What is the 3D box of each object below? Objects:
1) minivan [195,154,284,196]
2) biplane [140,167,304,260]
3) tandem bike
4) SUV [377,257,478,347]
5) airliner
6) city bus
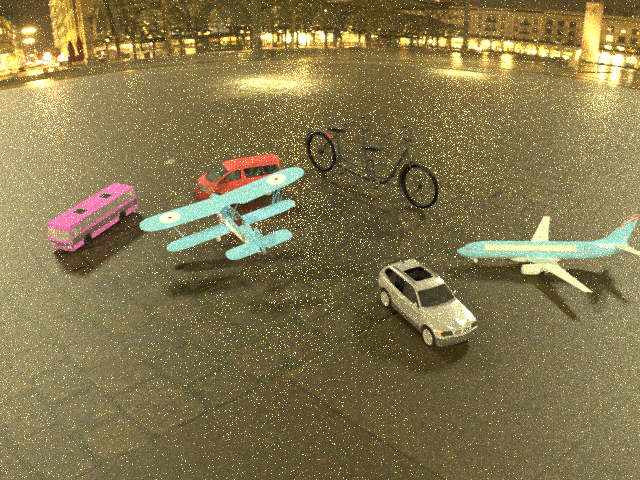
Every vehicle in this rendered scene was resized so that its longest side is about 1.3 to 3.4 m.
[{"bbox_3d":[-1.420,-1.086,12.313,1.548,0.616,0.681,-11,30,-20],"label":"minivan"},{"bbox_3d":[-1.273,-0.254,10.336,2.598,0.981,2.120,-14,31,-25],"label":"biplane"},{"bbox_3d":[0.830,-1.537,12.407,0.550,1.326,3.192,-25,36,-38],"label":"tandem bike"},{"bbox_3d":[1.332,0.746,8.862,0.656,0.580,1.572,-14,31,-24],"label":"SUV"},{"bbox_3d":[3.264,-0.017,10.042,2.541,0.835,2.257,1,28,2],"label":"airliner"},{"bbox_3d":[-3.575,-0.370,11.116,0.476,0.460,1.674,11,30,19],"label":"city bus"}]
